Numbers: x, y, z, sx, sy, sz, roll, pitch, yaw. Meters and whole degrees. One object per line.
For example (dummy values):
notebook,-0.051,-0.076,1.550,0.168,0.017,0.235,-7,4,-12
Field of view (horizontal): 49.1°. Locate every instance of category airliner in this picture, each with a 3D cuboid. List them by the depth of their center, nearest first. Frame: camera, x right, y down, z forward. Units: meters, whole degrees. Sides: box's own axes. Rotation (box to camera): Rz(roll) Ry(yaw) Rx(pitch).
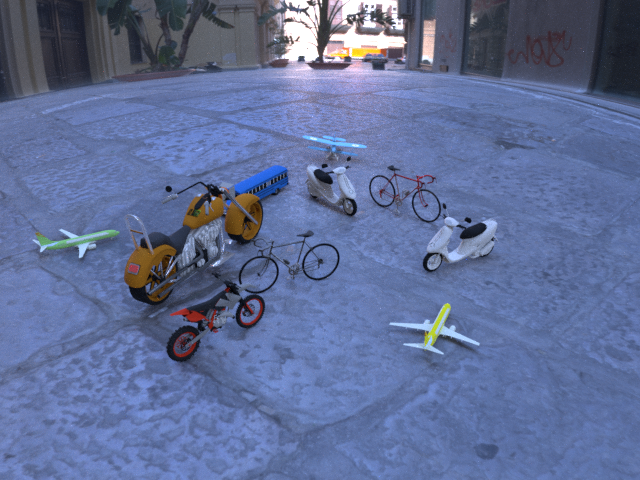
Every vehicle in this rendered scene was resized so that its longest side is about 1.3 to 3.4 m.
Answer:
airliner,1.494,1.039,8.926,1.161,0.429,1.307,11,29,21
airliner,-3.836,-0.073,11.117,1.307,0.429,1.161,-16,31,-29

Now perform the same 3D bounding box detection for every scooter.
scooter,2.145,-0.057,10.544,1.399,0.919,0.662,-14,30,-25
scooter,0.189,-1.034,12.468,0.662,0.919,1.399,-20,33,-34

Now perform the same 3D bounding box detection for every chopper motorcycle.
chopper motorcycle,-1.735,-0.201,10.209,0.906,1.480,3.040,13,30,24

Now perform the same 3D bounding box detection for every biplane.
biplane,0.312,-1.995,14.818,1.336,0.504,1.090,1,27,2

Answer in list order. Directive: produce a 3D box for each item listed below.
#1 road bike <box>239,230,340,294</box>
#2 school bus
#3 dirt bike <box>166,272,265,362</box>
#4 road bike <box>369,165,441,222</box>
road bike,-0.421,0.290,9.935,1.545,0.852,0.358,-11,29,-21
school bus,-1.210,-0.900,12.739,0.365,0.434,1.708,17,31,30
dirt bike,-1.278,0.916,8.696,1.493,0.857,0.527,-23,35,-38
road bike,1.461,-0.841,12.163,1.545,0.852,0.358,23,35,37
